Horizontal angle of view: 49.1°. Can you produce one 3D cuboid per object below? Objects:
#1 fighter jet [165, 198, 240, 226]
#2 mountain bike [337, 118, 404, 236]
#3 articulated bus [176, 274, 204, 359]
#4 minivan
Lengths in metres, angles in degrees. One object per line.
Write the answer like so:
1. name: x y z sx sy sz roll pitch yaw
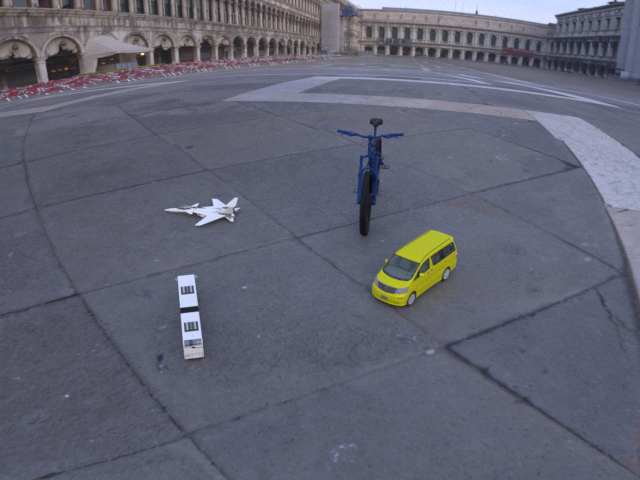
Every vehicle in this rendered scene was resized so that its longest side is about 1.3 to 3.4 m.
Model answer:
1. fighter jet: -2.162 -0.583 12.644 1.358 0.286 1.147 3 27 6
2. mountain bike: 0.921 -1.286 12.478 1.114 1.688 2.857 4 28 8
3. articulated bus: -1.775 1.008 9.557 0.311 0.289 1.749 -6 28 -11
4. minivan: 1.414 0.404 10.370 0.681 0.616 1.548 22 34 35
